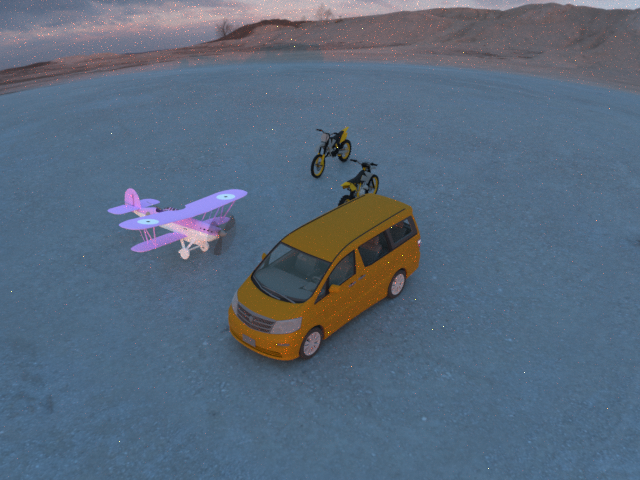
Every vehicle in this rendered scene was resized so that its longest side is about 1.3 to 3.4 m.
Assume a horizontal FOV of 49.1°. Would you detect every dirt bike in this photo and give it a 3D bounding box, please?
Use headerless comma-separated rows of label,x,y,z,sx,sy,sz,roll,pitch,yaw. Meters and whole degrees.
dirt bike,0.241,-1.802,13.883,0.527,0.857,1.493,16,32,28
dirt bike,0.676,-0.920,12.216,0.527,0.857,1.493,15,32,27

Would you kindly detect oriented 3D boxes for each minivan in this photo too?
minivan,0.118,0.408,9.343,1.324,1.197,3.011,22,35,35

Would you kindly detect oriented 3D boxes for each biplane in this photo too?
biplane,-2.269,-0.327,10.965,2.120,0.981,2.598,17,32,28
